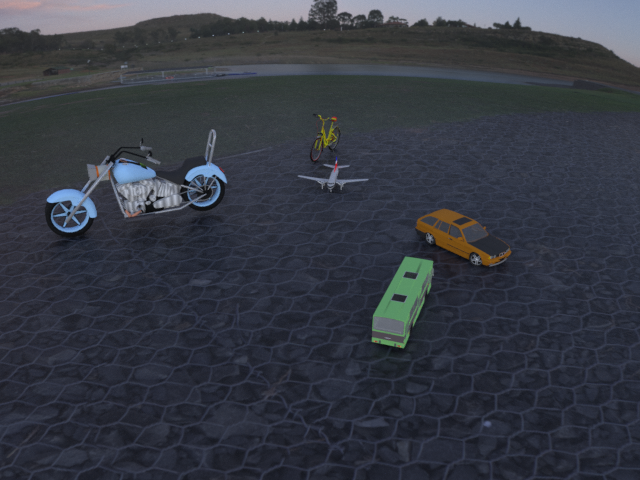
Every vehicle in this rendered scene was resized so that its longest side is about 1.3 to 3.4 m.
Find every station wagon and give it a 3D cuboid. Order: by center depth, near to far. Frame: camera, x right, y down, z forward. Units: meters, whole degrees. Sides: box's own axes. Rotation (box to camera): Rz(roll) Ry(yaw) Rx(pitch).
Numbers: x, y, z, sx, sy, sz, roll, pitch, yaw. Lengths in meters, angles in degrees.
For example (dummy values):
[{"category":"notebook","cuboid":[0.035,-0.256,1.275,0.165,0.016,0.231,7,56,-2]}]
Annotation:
[{"category":"station wagon","cuboid":[2.257,-0.078,11.062,0.682,0.473,1.597,-19,32,-34]}]

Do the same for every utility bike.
[{"category":"utility bike","cuboid":[0.177,-2.243,14.919,0.535,0.946,1.435,13,29,24]}]

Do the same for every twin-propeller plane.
[{"category":"twin-propeller plane","cuboid":[0.263,-1.268,13.551,1.370,0.407,1.095,4,26,7]}]

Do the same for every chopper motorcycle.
[{"category":"chopper motorcycle","cuboid":[-3.054,-0.965,11.723,3.040,1.480,0.906,-11,28,-21]}]

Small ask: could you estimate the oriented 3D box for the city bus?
[{"category":"city bus","cuboid":[1.117,0.810,9.276,0.476,0.460,1.674,9,28,18]}]
